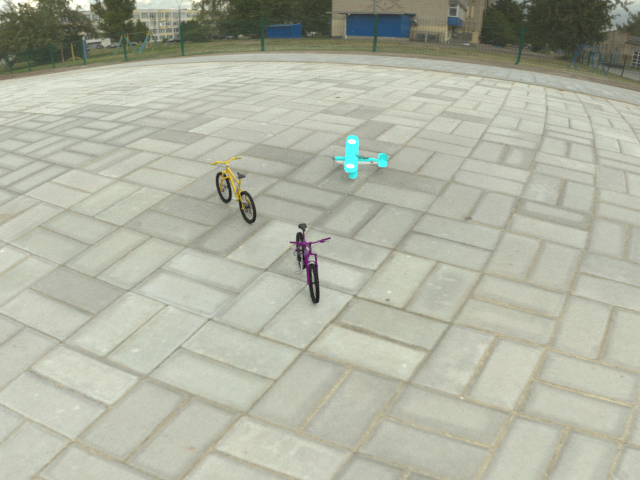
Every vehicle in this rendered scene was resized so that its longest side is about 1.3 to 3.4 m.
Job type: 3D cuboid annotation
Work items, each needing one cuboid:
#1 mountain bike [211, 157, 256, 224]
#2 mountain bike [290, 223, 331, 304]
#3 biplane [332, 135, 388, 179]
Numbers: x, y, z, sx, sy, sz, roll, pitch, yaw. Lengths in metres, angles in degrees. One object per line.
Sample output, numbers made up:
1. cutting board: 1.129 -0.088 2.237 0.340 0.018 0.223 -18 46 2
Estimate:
1. mountain bike: -1.454 -0.872 11.946 0.573 0.868 1.469 -17 34 -28
2. mountain bike: -0.188 0.245 9.986 0.573 0.868 1.469 -6 30 -11
3. biplane: 0.765 -1.529 13.466 1.090 0.504 1.336 2 30 4
